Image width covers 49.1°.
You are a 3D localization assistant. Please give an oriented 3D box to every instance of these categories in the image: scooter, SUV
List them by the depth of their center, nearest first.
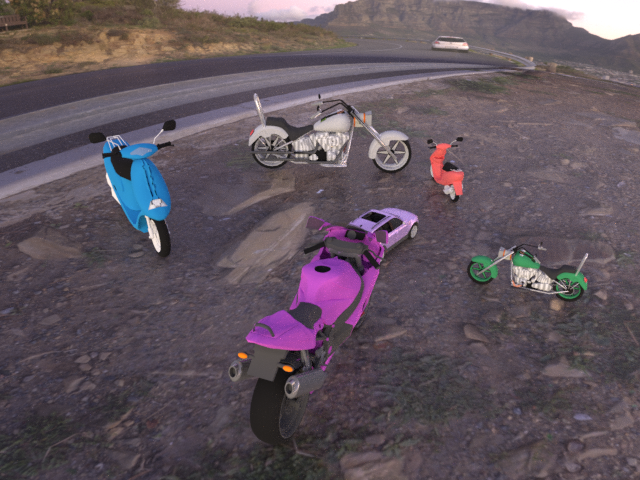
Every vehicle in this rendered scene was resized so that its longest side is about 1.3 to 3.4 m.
[{"bbox_3d":[0.903,-0.167,10.542,0.656,0.580,1.572,19,34,32],"label":"SUV"},{"bbox_3d":[-2.856,-0.988,10.797,1.288,1.786,2.721,-15,32,-26],"label":"scooter"},{"bbox_3d":[2.216,-1.296,12.289,0.662,0.919,1.399,-5,29,-10],"label":"scooter"}]

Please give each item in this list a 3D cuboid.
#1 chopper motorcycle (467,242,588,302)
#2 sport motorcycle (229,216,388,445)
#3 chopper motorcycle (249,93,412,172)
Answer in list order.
[{"bbox_3d":[2.768,0.369,9.351,1.563,0.761,0.466,13,31,22],"label":"chopper motorcycle"},{"bbox_3d":[0.003,0.850,7.571,0.983,1.596,2.955,12,30,21],"label":"sport motorcycle"},{"bbox_3d":[0.188,-1.974,12.959,3.040,1.480,0.906,0,28,1],"label":"chopper motorcycle"}]
